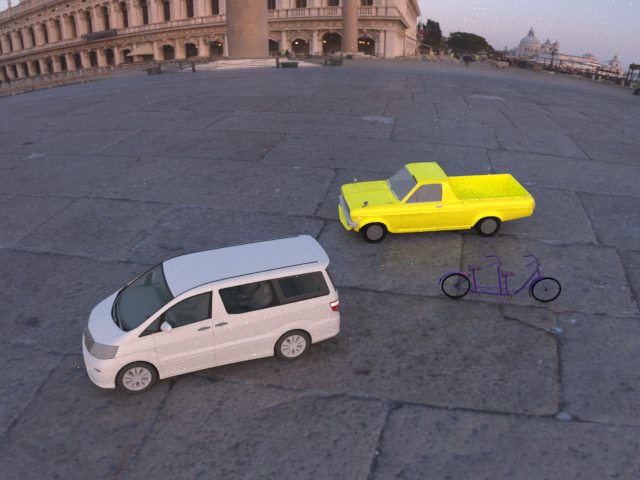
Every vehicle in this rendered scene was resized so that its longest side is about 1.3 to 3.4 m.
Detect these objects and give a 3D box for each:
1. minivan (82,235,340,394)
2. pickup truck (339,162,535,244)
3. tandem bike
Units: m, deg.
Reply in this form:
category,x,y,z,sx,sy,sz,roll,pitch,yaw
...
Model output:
category,x,y,z,sx,sy,sz,roll,pitch,yaw
minivan,-1.297,0.807,8.342,3.011,1.197,1.324,-9,28,-18
pickup truck,1.877,-0.701,11.529,3.117,0.993,1.244,-3,27,-6
tandem bike,2.442,0.524,9.465,1.642,0.682,0.283,2,27,5
